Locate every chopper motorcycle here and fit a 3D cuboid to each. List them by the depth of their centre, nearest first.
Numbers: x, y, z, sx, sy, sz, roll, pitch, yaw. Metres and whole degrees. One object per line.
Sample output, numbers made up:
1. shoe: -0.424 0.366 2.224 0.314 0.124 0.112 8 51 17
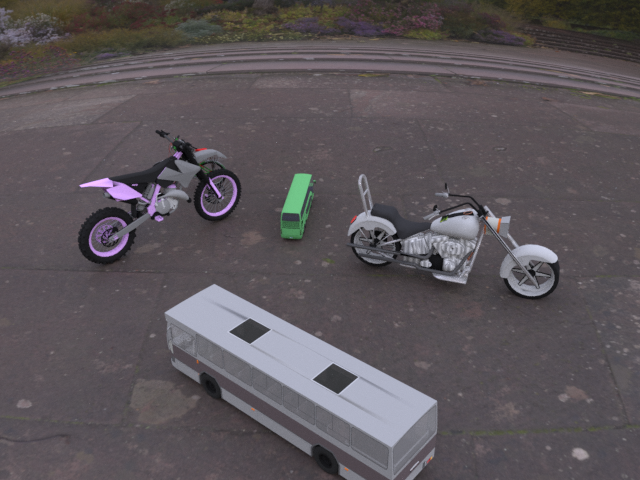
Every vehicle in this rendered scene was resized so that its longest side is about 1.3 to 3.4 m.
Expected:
1. chopper motorcycle: 1.865 -0.050 9.906 3.040 1.480 0.906 10 32 17

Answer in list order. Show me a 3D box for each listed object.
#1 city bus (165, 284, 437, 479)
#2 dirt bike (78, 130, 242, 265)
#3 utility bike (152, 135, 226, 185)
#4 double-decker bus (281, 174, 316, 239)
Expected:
1. city bus: -0.321 1.586 7.680 3.255 0.894 0.926 23 37 34
2. dirt bike: -2.448 -0.730 10.888 2.903 1.666 1.024 -24 38 -35
3. utility bike: -2.381 -1.361 12.685 1.435 0.946 0.535 -1 30 -1
4. double-decker bus: -0.364 -0.608 11.795 0.389 0.541 1.672 3 30 6
